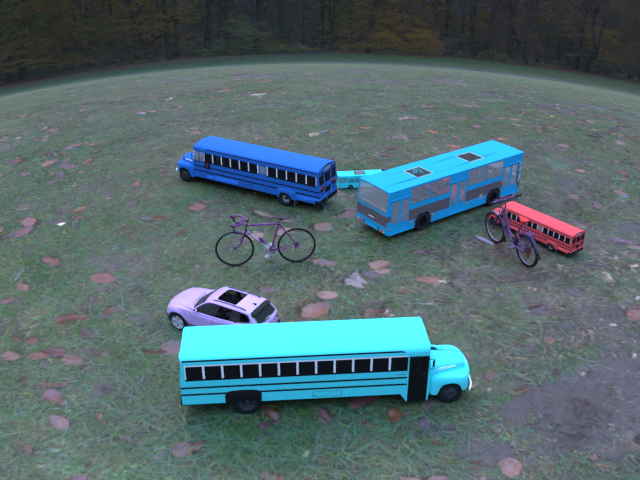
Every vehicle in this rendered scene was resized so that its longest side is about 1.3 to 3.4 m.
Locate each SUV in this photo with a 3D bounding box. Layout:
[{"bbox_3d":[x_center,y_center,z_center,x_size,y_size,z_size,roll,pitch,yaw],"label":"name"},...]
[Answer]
[{"bbox_3d":[-1.288,0.930,9.209,1.572,0.580,0.656,14,31,25],"label":"SUV"}]

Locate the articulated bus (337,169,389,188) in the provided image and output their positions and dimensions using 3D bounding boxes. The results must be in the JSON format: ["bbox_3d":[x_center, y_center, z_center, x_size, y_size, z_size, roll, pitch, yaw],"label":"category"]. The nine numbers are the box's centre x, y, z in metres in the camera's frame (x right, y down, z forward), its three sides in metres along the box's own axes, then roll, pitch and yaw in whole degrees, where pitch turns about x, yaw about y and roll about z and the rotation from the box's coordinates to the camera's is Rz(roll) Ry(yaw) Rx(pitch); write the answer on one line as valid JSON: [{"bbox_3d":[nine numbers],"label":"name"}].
[{"bbox_3d":[1.173,-1.199,13.551,1.749,0.289,0.311,-3,28,-6],"label":"articulated bus"}]

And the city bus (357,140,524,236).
[{"bbox_3d":[2.179,-0.926,12.386,3.255,0.894,0.926,-18,33,-31],"label":"city bus"}]

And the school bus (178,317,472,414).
[{"bbox_3d":[0.088,1.402,8.033,3.322,0.844,0.709,-2,28,-4],"label":"school bus"}]

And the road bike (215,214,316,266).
[{"bbox_3d":[-0.832,-0.003,10.685,1.545,0.852,0.358,-3,28,-6],"label":"road bike"}]

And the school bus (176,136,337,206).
[{"bbox_3d":[-1.287,-1.338,13.220,3.322,0.844,0.709,15,31,26],"label":"school bus"}]

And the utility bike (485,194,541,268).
[{"bbox_3d":[2.965,-0.179,10.917,0.535,0.946,1.435,-11,30,-19],"label":"utility bike"}]

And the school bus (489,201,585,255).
[{"bbox_3d":[3.535,-0.239,11.577,0.365,0.434,1.708,-19,34,-32],"label":"school bus"}]
